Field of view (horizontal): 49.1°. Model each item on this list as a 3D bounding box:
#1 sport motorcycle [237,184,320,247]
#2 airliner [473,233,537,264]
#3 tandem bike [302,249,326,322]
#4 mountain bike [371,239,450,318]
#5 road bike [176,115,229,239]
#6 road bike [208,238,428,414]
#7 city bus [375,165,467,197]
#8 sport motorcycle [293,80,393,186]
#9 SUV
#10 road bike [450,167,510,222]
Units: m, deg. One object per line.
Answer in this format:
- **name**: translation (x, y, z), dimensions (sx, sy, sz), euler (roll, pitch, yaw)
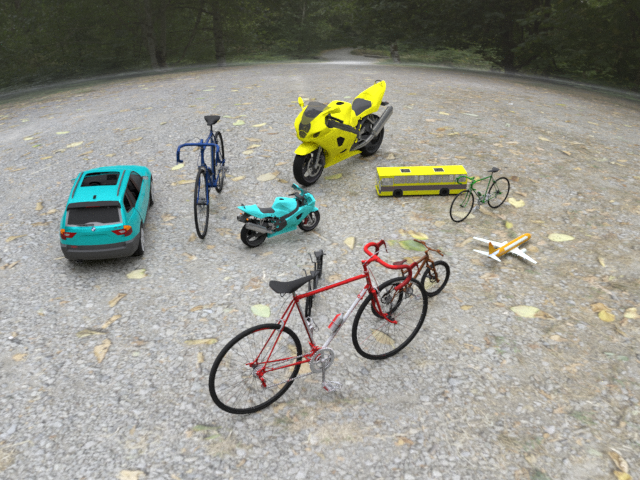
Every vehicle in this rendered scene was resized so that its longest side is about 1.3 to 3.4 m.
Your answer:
- **sport motorcycle**: translation (-0.651, -0.387, 11.490), dimensions (1.520, 0.821, 0.506), euler (-16, 32, -28)
- **airliner**: translation (3.023, 0.024, 11.138), dimensions (1.307, 0.429, 1.161), euler (-24, 37, -37)
- **tandem bike**: translation (-0.075, 0.516, 9.952), dimensions (0.283, 0.682, 1.642), euler (4, 28, 7)
- **mountain bike**: translation (1.286, 0.546, 9.700), dimensions (1.469, 0.868, 0.573), euler (-19, 34, -32)
- **road bike**: translation (-1.921, -1.245, 12.208), dimensions (0.696, 1.656, 3.004), euler (1, 28, 1)
- **road bike**: translation (0.088, 0.983, 8.050), dimensions (3.004, 1.656, 0.696), euler (-16, 32, -28)
- **city bus**: translation (1.902, -1.104, 13.210), dimensions (1.674, 0.460, 0.476), euler (-2, 28, -3)
- **sport motorcycle**: translation (0.436, -2.177, 14.009), dimensions (0.983, 1.596, 2.955), euler (20, 34, 33)
- **SUV**: translation (-3.524, -0.671, 11.696), dimensions (1.276, 1.128, 3.058), euler (-3, 28, -6)
- **road bike**: translation (2.833, -0.829, 12.282), dimensions (1.545, 0.852, 0.358), euler (-19, 34, -32)
